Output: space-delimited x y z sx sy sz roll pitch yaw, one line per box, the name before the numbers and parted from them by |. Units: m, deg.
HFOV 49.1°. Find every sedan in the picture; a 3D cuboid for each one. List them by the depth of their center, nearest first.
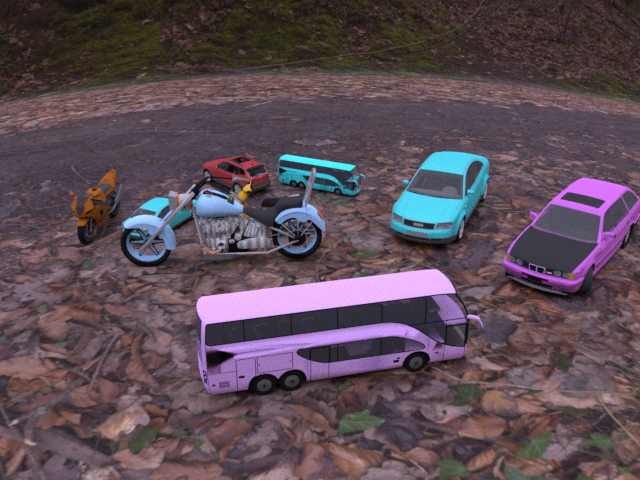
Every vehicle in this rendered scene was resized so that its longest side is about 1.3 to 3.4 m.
sedan | -2.620 -0.455 11.733 0.635 0.483 1.613 13 29 24
sedan | 2.134 -0.890 12.099 1.235 0.940 3.137 11 28 21

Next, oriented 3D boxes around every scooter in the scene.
scooter | -0.930 -0.585 11.504 1.399 0.919 0.662 -1 26 -3

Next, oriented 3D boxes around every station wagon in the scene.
station wagon | 3.910 -0.180 10.678 1.327 0.920 3.105 19 32 33

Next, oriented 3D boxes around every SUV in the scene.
SUV | -1.611 -1.316 13.372 0.656 0.580 1.572 -23 34 -38

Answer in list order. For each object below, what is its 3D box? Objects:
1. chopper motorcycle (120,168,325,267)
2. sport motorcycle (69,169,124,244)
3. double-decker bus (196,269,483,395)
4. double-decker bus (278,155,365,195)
chopper motorcycle | -1.436 -0.337 10.365 3.040 1.480 0.906 -2 26 -3
sport motorcycle | -3.671 -0.563 11.570 0.506 0.821 1.520 3 26 6
double-decker bus | 0.224 1.029 8.073 3.251 1.052 0.756 -6 27 -12
double-decker bus | 0.009 -1.220 13.221 1.672 0.541 0.389 12 29 22
